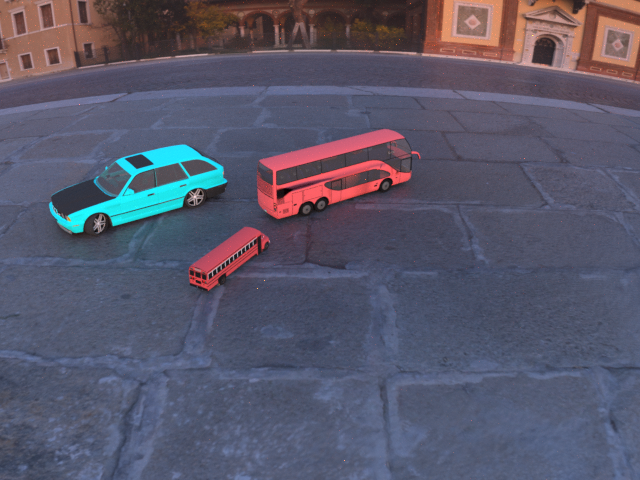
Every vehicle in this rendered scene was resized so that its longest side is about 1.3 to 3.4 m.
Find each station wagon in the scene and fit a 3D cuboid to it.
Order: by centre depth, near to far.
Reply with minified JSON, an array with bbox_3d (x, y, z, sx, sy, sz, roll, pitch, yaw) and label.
[{"bbox_3d":[-3.261,-0.986,12.580,3.105,0.920,1.327,-19,35,-30],"label":"station wagon"}]

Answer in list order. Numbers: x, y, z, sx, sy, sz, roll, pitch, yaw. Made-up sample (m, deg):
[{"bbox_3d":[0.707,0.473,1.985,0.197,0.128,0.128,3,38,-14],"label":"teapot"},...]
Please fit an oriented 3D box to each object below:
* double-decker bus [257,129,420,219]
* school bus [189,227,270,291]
[{"bbox_3d":[0.373,-1.272,12.950,3.251,1.052,0.756,-18,34,-29],"label":"double-decker bus"},{"bbox_3d":[-1.369,0.236,10.918,0.365,0.434,1.708,16,33,26],"label":"school bus"}]
